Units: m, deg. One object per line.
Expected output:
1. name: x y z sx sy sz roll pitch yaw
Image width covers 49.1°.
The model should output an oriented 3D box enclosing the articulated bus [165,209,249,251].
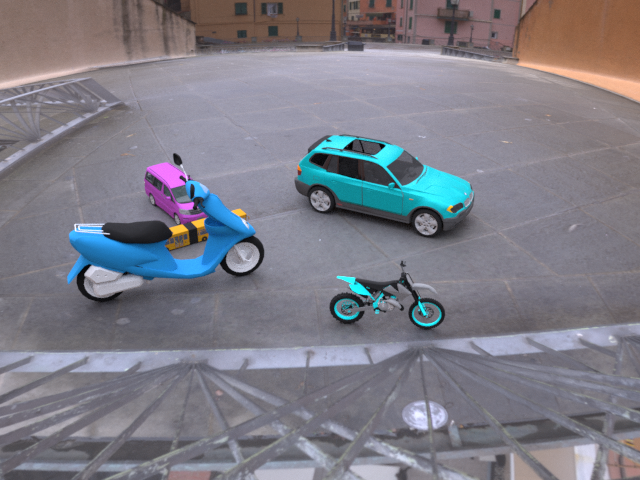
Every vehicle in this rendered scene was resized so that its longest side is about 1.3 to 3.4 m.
1. articulated bus: -1.965 -0.132 11.106 1.749 0.289 0.311 -18 34 -28

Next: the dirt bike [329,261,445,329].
1. dirt bike: 0.864 0.746 8.968 1.493 0.857 0.527 4 30 7

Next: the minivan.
1. minivan: -2.432 -0.790 11.942 0.681 0.616 1.548 -21 35 -32

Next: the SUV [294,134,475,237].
1. SUV: 1.067 -1.009 11.809 3.058 1.128 1.276 14 32 23

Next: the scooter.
1. scooter: -2.092 -0.099 9.521 2.721 1.786 1.288 -10 31 -17
